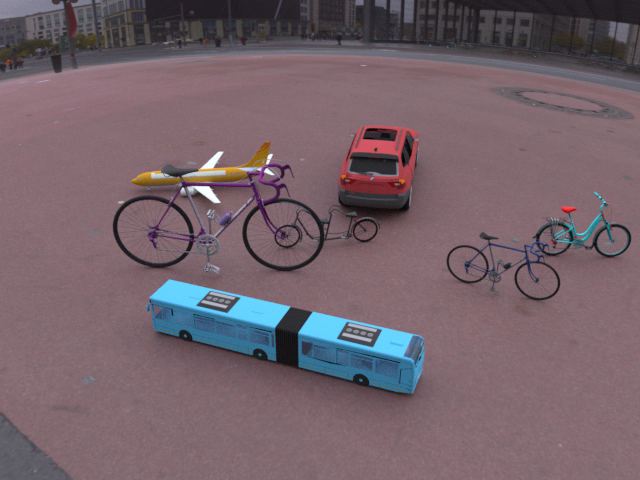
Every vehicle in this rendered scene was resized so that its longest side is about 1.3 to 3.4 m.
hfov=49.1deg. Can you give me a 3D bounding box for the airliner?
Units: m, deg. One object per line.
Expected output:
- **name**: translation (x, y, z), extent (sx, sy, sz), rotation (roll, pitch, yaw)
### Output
- **airliner**: translation (-2.087, -1.304, 12.417), extent (2.541, 0.835, 2.257), rotation (-3, 29, -5)

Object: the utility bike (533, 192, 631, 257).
- **utility bike**: translation (3.880, -0.209, 10.328), extent (1.435, 0.946, 0.535), rotation (2, 29, 3)

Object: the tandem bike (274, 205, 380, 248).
- **tandem bike**: translation (0.120, -0.223, 10.626), extent (1.642, 0.682, 0.283), rotation (-5, 29, -8)

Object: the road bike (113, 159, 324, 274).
- **road bike**: translation (-1.439, -0.303, 9.767), extent (3.004, 1.656, 0.697), rotation (1, 29, 2)

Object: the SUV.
- **SUV**: translation (1.098, -1.503, 12.473), extent (1.276, 1.128, 3.058), rotation (5, 29, 9)

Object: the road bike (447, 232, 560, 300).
- **road bike**: translation (2.469, 0.329, 9.457), extent (1.545, 0.852, 0.358), rotation (14, 32, 23)

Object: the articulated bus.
- **articulated bus**: translation (-0.475, 1.110, 8.347), extent (3.401, 0.561, 0.605), rotation (11, 31, 19)
